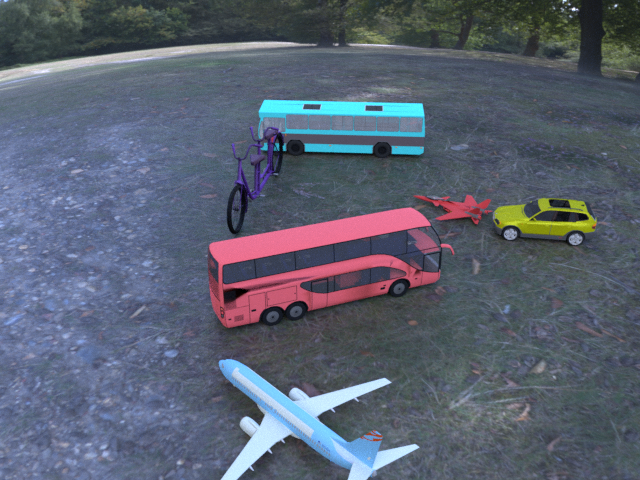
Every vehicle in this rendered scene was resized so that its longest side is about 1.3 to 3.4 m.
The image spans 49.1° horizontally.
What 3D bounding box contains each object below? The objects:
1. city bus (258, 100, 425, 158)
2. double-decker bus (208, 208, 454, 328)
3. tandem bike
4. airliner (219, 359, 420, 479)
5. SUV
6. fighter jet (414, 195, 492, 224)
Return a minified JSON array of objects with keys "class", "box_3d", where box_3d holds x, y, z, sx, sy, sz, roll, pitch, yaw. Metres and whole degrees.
[{"class":"city bus","box_3d":[0.436,-2.219,14.000,3.255,0.894,0.926,2,29,4]},{"class":"double-decker bus","box_3d":[0.164,0.320,9.219,3.251,1.052,0.756,-11,31,-19]},{"class":"tandem bike","box_3d":[-1.045,-1.277,11.839,0.550,1.326,3.192,6,29,11]},{"class":"airliner","box_3d":[-0.284,1.632,7.058,2.257,0.835,2.541,-24,37,-36]},{"class":"SUV","box_3d":[3.493,-0.337,10.903,1.572,0.580,0.656,5,29,9]},{"class":"fighter jet","box_3d":[2.166,-0.646,11.770,1.358,0.286,1.147,20,35,32]}]
